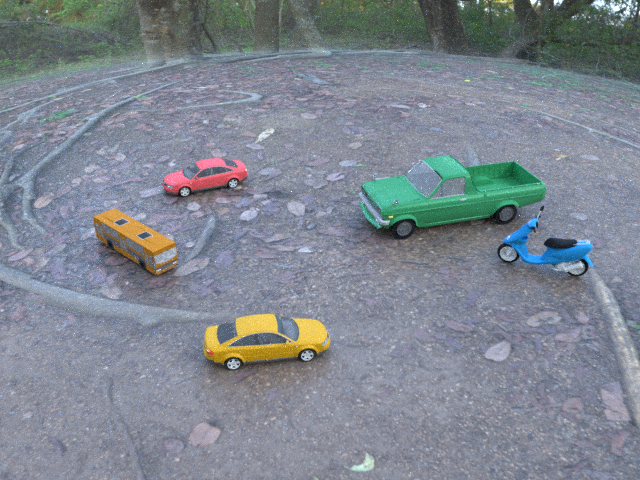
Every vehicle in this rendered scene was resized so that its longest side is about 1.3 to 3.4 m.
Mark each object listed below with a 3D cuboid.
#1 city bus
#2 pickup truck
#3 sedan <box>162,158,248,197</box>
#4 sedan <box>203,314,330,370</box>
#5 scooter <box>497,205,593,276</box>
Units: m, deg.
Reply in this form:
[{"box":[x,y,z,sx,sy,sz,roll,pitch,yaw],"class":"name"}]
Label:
[{"box":[-2.907,0.025,10.994,1.674,0.460,0.476,25,38,36],"class":"city bus"},{"box":[2.264,-0.865,12.012,3.117,0.993,1.244,-8,31,-14],"class":"pickup truck"},{"box":[-2.161,-1.227,13.155,1.613,0.483,0.635,-12,32,-20],"class":"sedan"},{"box":[-0.672,1.227,8.876,1.613,0.483,0.635,-5,30,-8],"class":"sedan"},{"box":[3.400,0.046,10.497,1.399,0.919,0.662,12,32,20],"class":"scooter"}]
